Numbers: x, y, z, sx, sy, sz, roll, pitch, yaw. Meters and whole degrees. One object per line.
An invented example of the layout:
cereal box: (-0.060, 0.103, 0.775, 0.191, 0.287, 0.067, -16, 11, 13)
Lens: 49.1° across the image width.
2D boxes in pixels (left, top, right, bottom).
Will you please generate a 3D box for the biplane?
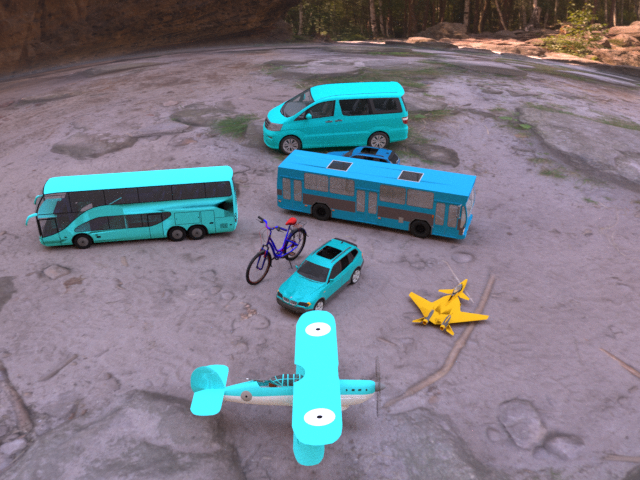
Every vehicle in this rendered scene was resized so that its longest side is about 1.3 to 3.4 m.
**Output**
biplane: (-0.345, 1.618, 7.681, 2.120, 0.981, 2.598, 0, 30, -1)

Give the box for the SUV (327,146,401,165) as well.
SUV: (0.755, -1.470, 13.326, 1.572, 0.580, 0.656, 10, 32, 16)

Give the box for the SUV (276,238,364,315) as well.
SUV: (0.022, 0.491, 9.992, 0.656, 0.580, 1.572, 19, 35, 29)

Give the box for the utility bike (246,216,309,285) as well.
utility bike: (-0.577, 0.071, 10.346, 0.535, 0.946, 1.435, 21, 36, 31)

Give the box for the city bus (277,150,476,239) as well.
city bus: (0.919, -0.758, 11.805, 3.255, 0.894, 0.926, 10, 32, 17)

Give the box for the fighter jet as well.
fighter jet: (1.829, 0.799, 9.758, 1.147, 0.286, 1.358, 16, 34, 25)

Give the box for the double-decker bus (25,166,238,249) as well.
double-decker bus: (-2.971, -0.535, 11.272, 3.251, 1.052, 0.756, -5, 31, -8)

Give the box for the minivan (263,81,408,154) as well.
minivan: (0.308, -2.589, 14.620, 3.011, 1.197, 1.324, -3, 31, -6)
